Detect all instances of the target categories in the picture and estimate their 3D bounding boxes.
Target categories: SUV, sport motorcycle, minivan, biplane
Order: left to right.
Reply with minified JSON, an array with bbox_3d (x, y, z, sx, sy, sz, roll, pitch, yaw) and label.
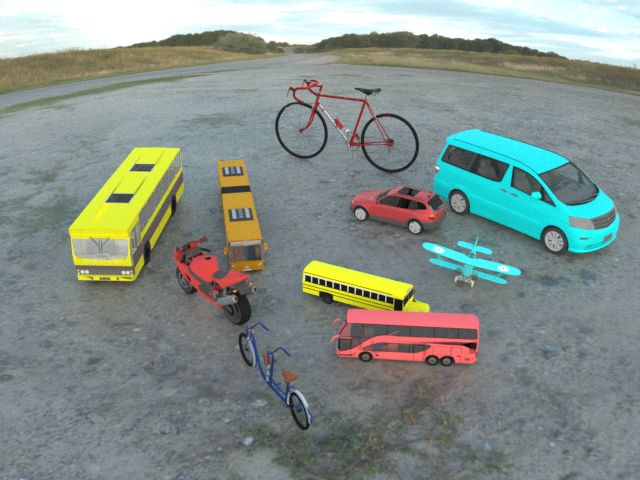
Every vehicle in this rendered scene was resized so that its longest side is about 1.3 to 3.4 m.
[{"bbox_3d":[-1.388,0.513,8.929,0.506,0.821,1.520,-24,35,-39],"label":"sport motorcycle"},{"bbox_3d":[1.255,-0.567,11.332,1.572,0.580,0.656,15,31,27],"label":"SUV"},{"bbox_3d":[2.099,0.310,9.680,1.336,0.504,1.090,9,28,17],"label":"biplane"},{"bbox_3d":[3.259,-0.827,11.164,1.324,1.197,3.011,-21,33,-35],"label":"minivan"}]

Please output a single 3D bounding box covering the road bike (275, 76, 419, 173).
[{"bbox_3d":[0.466,-2.207,13.384,3.004,1.656,0.697,12,29,22],"label":"road bike"}]

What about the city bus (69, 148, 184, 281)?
[{"bbox_3d":[-2.852,-0.471,10.795,0.926,0.894,3.255,1,27,2],"label":"city bus"}]

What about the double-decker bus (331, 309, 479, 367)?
[{"bbox_3d":[0.972,1.110,8.057,1.672,0.541,0.389,2,27,5],"label":"double-decker bus"}]

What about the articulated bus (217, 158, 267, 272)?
[{"bbox_3d":[-1.323,-0.503,11.226,0.605,0.561,3.401,-5,27,-9],"label":"articulated bus"}]

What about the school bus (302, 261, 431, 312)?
[{"bbox_3d":[0.596,0.680,9.026,1.708,0.434,0.365,13,30,24],"label":"school bus"}]

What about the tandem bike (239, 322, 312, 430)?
[{"bbox_3d":[-0.511,1.362,7.403,0.283,0.682,1.642,-15,31,-27],"label":"tandem bike"}]
